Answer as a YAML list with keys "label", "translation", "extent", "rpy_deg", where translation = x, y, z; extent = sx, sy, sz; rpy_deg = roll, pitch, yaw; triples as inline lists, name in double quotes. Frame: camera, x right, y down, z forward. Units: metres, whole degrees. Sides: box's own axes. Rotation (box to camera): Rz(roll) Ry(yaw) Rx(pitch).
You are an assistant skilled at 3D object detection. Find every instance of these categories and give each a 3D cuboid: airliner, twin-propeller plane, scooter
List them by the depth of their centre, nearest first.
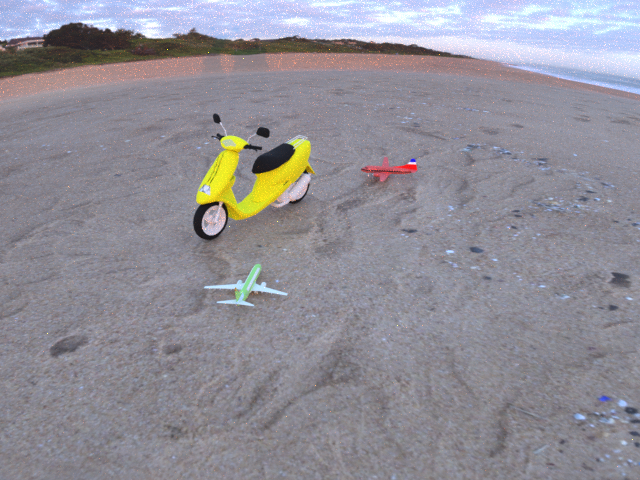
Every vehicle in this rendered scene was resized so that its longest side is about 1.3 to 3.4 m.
- label: "airliner"
  translation: [-0.988, 0.541, 9.602]
  extent: [1.161, 0.429, 1.307]
  rpy_deg: [4, 27, 9]
- label: "scooter"
  translation: [-1.047, -1.168, 11.526]
  extent: [1.288, 1.786, 2.721]
  rpy_deg: [22, 34, 37]
- label: "twin-propeller plane"
  translation: [1.334, -1.405, 13.559]
  extent: [1.095, 0.407, 1.370]
  rpy_deg: [4, 27, 7]
